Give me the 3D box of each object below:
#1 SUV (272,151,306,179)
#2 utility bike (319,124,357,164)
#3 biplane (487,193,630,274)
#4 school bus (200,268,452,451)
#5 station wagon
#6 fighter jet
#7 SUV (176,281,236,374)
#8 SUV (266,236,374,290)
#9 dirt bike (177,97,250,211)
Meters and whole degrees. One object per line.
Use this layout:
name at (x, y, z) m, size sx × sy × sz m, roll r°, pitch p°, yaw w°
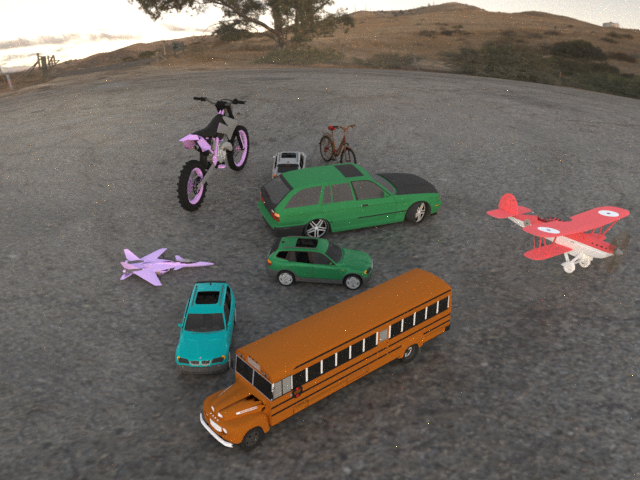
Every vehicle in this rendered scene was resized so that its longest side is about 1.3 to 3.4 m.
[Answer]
SUV at (-0.593, -1.452, 13.614) m, size 0.656 × 0.580 × 1.572 m, roll 0°, pitch 27°, yaw 0°
utility bike at (0.388, -1.936, 14.160) m, size 0.535 × 0.946 × 1.435 m, roll -15°, pitch 31°, yaw -27°
biplane at (3.605, -0.149, 10.622) m, size 2.598 × 0.981 × 2.120 m, roll -22°, pitch 34°, yaw -36°
school bus at (0.160, 1.269, 7.995) m, size 3.322 × 0.844 × 0.709 m, roll -21°, pitch 34°, yaw -35°
station wagon at (0.543, -0.772, 11.909) m, size 3.105 × 0.920 × 1.327 m, roll -9°, pitch 28°, yaw -17°
fighter jet at (-2.270, 0.322, 10.464) m, size 1.358 × 0.286 × 1.147 m, roll -3°, pitch 27°, yaw -6°
SUV at (-1.403, 1.048, 8.718) m, size 0.656 × 0.580 × 1.572 m, roll -1°, pitch 27°, yaw -2°
SUV at (-0.005, 0.296, 10.190) m, size 1.572 × 0.580 × 0.656 m, roll 3°, pitch 27°, yaw 6°
dirt bike at (-1.944, -1.727, 12.958) m, size 1.024 × 1.666 × 2.903 m, roll 8°, pitch 28°, yaw 16°
